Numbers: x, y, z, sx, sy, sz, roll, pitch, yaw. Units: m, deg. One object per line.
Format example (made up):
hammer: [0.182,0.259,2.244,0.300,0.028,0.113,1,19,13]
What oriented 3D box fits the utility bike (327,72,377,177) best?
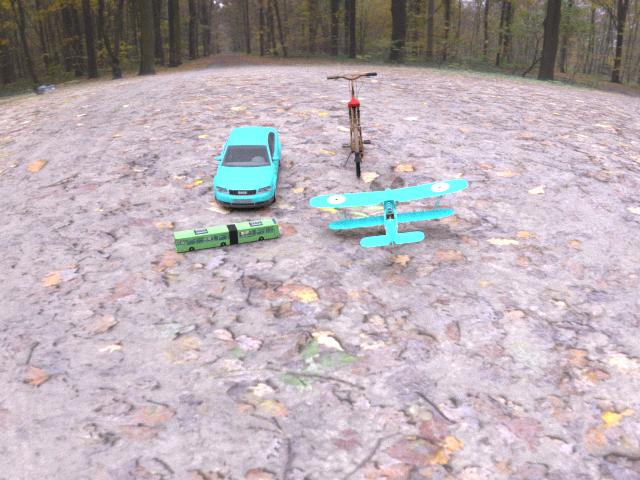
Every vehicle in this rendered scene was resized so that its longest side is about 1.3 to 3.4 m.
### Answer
utility bike: [0.654,-2.496,14.599,1.039,1.839,2.791,1,28,1]

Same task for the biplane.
biplane: [1.111,-0.383,11.502,2.598,0.981,2.120,1,28,3]

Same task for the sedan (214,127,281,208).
sedan: [-1.401,-1.589,13.840,1.235,0.940,3.137,0,28,0]

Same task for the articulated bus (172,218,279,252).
articulated bus: [-1.562,-0.082,11.672,1.749,0.289,0.311,-9,29,-16]
